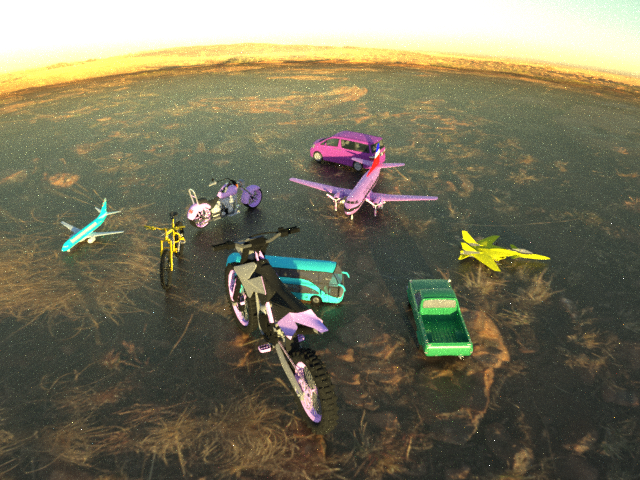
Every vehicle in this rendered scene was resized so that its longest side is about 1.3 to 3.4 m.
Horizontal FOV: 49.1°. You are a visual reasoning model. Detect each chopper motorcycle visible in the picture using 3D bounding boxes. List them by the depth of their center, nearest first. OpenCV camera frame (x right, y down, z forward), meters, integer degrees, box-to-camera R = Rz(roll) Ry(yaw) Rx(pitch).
[{"bbox_3d":[-1.573,-0.709,11.721,0.466,0.761,1.563,23,35,36],"label":"chopper motorcycle"}]

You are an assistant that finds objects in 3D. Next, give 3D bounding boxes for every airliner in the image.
[{"bbox_3d":[-3.737,-0.235,11.174,1.161,0.429,1.307,8,29,15],"label":"airliner"}]

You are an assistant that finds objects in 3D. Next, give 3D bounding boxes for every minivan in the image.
[{"bbox_3d":[0.533,-1.842,14.033,1.548,0.616,0.681,17,32,29],"label":"minivan"}]

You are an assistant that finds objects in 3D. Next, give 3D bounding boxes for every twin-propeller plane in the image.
[{"bbox_3d":[0.785,-1.034,12.307,2.663,0.792,2.129,9,29,16],"label":"twin-propeller plane"}]

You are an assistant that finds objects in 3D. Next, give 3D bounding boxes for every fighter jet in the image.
[{"bbox_3d":[2.803,0.139,10.617,1.358,0.286,1.147,6,28,11],"label":"fighter jet"}]

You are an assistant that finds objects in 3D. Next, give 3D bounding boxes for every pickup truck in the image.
[{"bbox_3d":[1.493,0.926,8.878,0.640,0.511,1.603,-1,28,-1],"label":"pickup truck"}]

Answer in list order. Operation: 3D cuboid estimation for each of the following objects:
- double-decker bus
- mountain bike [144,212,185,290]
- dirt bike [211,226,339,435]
[{"bbox_3d":[-0.452,0.527,9.605,1.672,0.541,0.389,5,28,9],"label":"double-decker bus"},{"bbox_3d":[-2.148,0.068,10.127,0.573,0.868,1.469,0,28,1],"label":"mountain bike"},{"bbox_3d":[-0.549,0.814,7.849,1.024,1.666,2.903,-13,31,-24],"label":"dirt bike"}]
